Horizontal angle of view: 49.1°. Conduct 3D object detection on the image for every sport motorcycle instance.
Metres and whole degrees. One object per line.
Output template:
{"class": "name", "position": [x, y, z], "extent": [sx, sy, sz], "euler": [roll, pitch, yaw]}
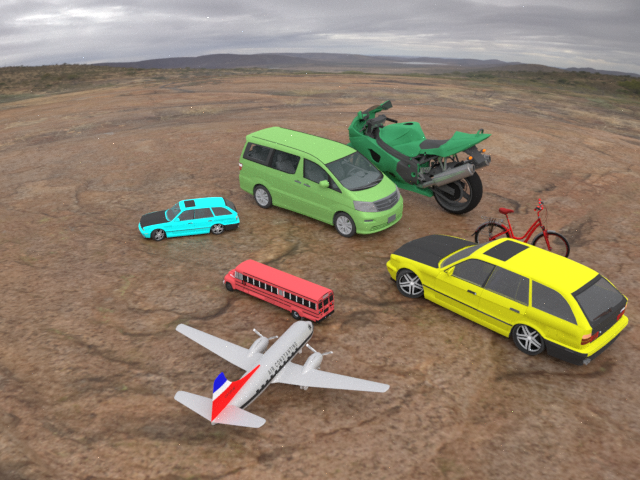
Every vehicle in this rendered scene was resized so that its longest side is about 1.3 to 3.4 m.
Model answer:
{"class": "sport motorcycle", "position": [1.571, -1.452, 12.285], "extent": [2.955, 1.596, 0.983], "euler": [19, 32, 34]}

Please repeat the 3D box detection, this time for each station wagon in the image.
{"class": "station wagon", "position": [-2.131, -0.374, 11.354], "extent": [1.597, 0.473, 0.682], "euler": [-7, 27, -14]}
{"class": "station wagon", "position": [2.294, 0.507, 9.032], "extent": [1.327, 0.920, 3.105], "euler": [-23, 34, -39]}

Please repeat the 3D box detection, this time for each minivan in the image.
{"class": "minivan", "position": [-0.006, -1.043, 11.901], "extent": [3.011, 1.197, 1.324], "euler": [20, 32, 35]}

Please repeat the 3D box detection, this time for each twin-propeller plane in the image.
{"class": "twin-propeller plane", "position": [-0.572, 1.297, 7.555], "extent": [2.663, 0.792, 2.129], "euler": [12, 28, 24]}

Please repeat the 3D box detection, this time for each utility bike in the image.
{"class": "utility bike", "position": [2.981, -0.149, 10.351], "extent": [1.435, 0.946, 0.535], "euler": [10, 28, 20]}

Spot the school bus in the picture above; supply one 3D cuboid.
{"class": "school bus", "position": [-0.592, 0.643, 9.307], "extent": [1.708, 0.434, 0.365], "euler": [18, 31, 33]}
